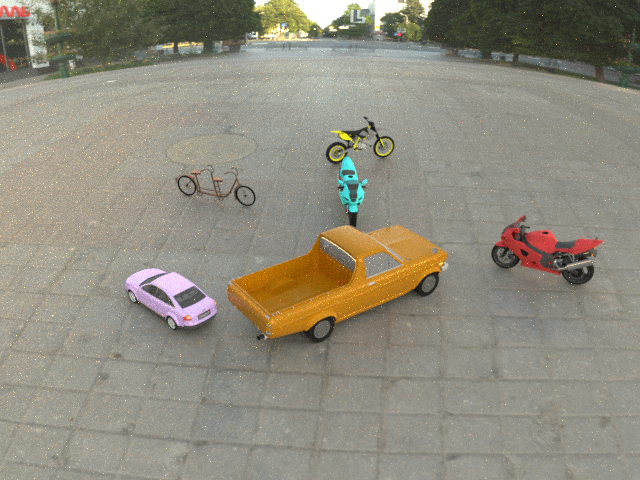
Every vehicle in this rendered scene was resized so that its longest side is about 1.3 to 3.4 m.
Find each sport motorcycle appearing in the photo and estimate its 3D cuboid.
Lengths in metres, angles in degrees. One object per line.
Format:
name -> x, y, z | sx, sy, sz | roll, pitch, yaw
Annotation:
sport motorcycle -> 3.303, 0.170, 10.301 | 1.520, 0.821, 0.506 | 13, 32, 22
sport motorcycle -> 0.519, -0.832, 12.113 | 0.506, 0.821, 1.520 | -1, 29, -2

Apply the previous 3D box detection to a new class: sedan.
sedan -> -2.088, 0.727, 9.645 | 1.613, 0.483, 0.635 | 24, 37, 37

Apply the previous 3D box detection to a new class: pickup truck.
pickup truck -> 0.306, 0.448, 9.623 | 3.117, 0.993, 1.244 | -19, 34, -30

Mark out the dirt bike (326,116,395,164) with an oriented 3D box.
dirt bike -> 0.827, -2.012, 14.206 | 1.493, 0.857, 0.527 | -9, 30, -15

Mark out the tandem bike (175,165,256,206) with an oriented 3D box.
tandem bike -> -1.900, -1.018, 12.591 | 1.642, 0.682, 0.283 | 11, 31, 19
